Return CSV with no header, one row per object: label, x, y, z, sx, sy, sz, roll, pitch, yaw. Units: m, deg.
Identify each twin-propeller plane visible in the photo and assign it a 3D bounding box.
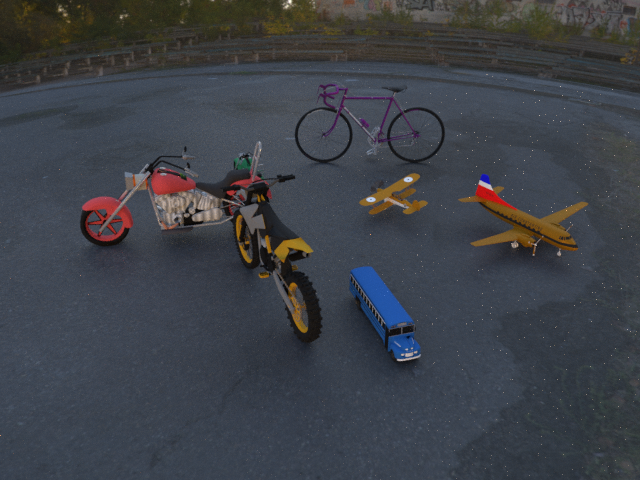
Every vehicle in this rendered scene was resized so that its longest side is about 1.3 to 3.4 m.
twin-propeller plane,3.262,-0.399,11.200,2.663,0.792,2.129,-18,33,-30

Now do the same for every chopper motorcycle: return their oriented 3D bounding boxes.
chopper motorcycle,-2.272,-0.740,11.110,3.040,1.480,0.906,-7,29,-13
chopper motorcycle,-1.310,-1.281,12.901,0.466,0.761,1.563,-11,30,-21

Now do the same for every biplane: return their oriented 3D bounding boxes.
biplane,1.316,-0.690,12.059,1.336,0.504,1.090,-20,34,-33

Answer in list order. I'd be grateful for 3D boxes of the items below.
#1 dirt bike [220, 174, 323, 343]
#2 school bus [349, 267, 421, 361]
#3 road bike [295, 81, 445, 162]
dirt bike,-0.669,0.080,9.358,1.024,1.666,2.903,-13,30,-22
school bus,0.825,0.935,9.060,0.365,0.434,1.708,-8,29,-15
road bike,0.998,-2.316,13.903,3.004,1.656,0.697,0,28,0
